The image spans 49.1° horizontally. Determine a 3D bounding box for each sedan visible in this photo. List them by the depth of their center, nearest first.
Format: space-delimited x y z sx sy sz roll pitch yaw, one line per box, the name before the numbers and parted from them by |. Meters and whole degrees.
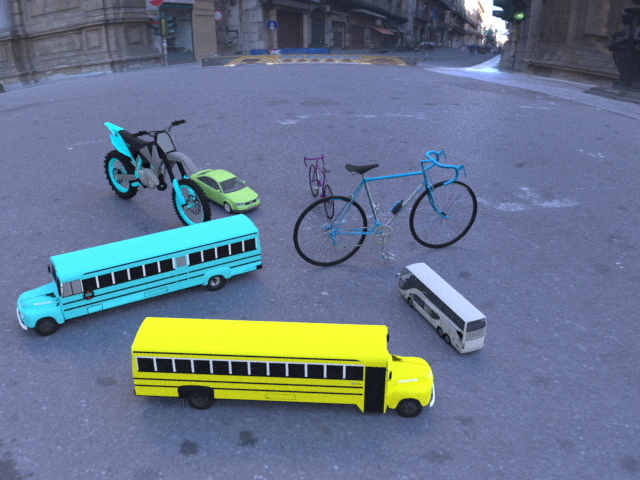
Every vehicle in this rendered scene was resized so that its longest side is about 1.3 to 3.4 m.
sedan | -1.724 -0.940 12.612 0.635 0.483 1.613 -24 36 -37

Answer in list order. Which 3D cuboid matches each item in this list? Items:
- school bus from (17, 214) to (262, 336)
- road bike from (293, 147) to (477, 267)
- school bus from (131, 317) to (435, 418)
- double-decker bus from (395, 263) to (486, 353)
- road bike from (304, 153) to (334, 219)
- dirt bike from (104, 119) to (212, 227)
school bus | -2.449 0.426 9.655 3.322 0.844 0.709 -14 31 -25
road bike | 1.039 -0.473 10.481 3.004 1.656 0.696 -9 29 -16
school bus | -0.380 1.394 7.831 3.322 0.844 0.709 2 28 3
double-decker bus | 1.562 0.838 9.202 0.389 0.541 1.672 -12 30 -21
road bike | 0.018 -0.976 12.287 0.358 0.852 1.545 -8 29 -14
dirt bike | -2.829 -1.203 11.846 2.903 1.666 1.024 23 36 36
